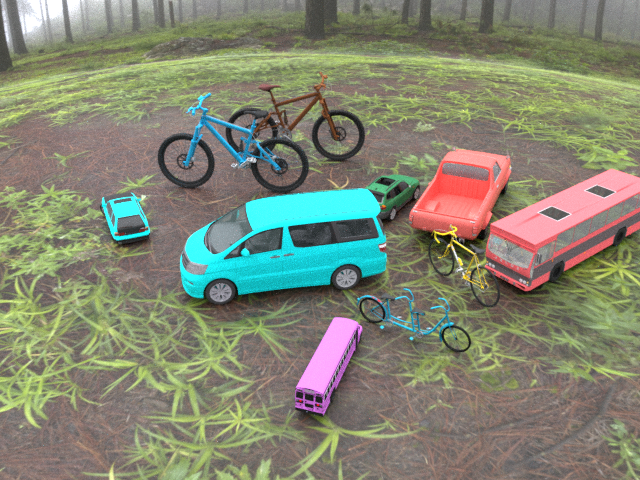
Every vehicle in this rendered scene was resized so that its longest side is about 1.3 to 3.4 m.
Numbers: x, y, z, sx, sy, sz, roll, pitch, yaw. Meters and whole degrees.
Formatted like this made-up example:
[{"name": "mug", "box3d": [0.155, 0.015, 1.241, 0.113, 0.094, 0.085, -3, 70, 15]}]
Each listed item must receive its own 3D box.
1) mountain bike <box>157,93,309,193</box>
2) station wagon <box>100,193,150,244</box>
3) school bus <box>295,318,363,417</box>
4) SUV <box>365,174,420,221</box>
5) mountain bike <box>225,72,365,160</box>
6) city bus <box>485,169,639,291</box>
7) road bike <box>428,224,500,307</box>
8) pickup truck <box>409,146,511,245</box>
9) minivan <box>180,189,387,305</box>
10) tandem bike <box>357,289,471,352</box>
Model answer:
[{"name": "mountain bike", "box3d": [-1.622, -1.691, 12.849, 2.857, 1.688, 1.114, 3, 30, 6]}, {"name": "station wagon", "box3d": [-3.339, -0.476, 11.932, 0.682, 0.473, 1.597, -12, 32, -20]}, {"name": "school bus", "box3d": [0.149, 1.451, 8.556, 0.365, 0.434, 1.708, 9, 31, 16]}, {"name": "SUV", "box3d": [1.243, -0.862, 12.507, 0.656, 0.580, 1.572, 17, 34, 27]}, {"name": "mountain bike", "box3d": [-0.511, -2.415, 14.131, 2.857, 1.688, 1.114, 2, 29, 3]}, {"name": "city bus", "box3d": [3.967, -0.193, 11.001, 3.255, 0.894, 0.926, -22, 36, -33]}, {"name": "road bike", "box3d": [2.062, 0.345, 10.092, 0.358, 0.852, 1.545, -16, 33, -26]}, {"name": "pickup truck", "box3d": [2.520, -0.924, 12.197, 1.244, 0.993, 3.117, 12, 32, 20]}, {"name": "minivan", "box3d": [-0.555, 0.036, 10.289, 3.011, 1.197, 1.324, -6, 30, -10]}, {"name": "tandem bike", "box3d": [1.207, 0.979, 9.140, 1.642, 0.682, 0.283, 17, 34, 27]}]
